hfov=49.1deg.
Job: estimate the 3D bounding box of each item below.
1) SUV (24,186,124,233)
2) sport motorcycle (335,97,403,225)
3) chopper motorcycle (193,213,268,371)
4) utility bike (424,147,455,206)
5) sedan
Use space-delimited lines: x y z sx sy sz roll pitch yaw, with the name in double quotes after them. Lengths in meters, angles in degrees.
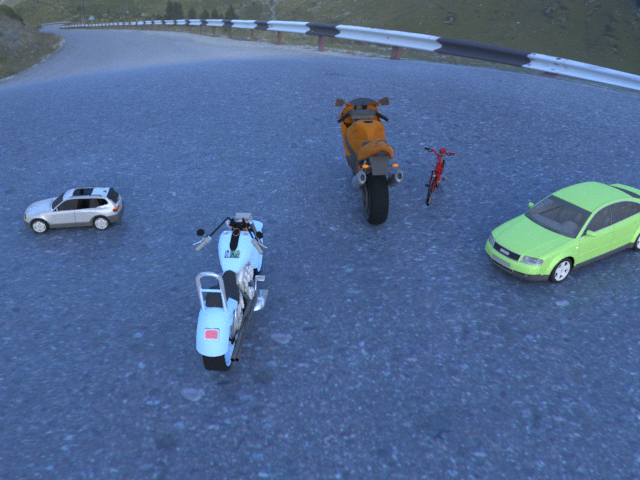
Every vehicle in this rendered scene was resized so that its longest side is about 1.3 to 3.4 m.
-4.017 -0.527 11.436 1.572 0.580 0.656 -3 28 -6 "SUV"
0.819 -1.456 12.095 0.983 1.596 2.955 -2 28 -5 "sport motorcycle"
-1.062 0.349 8.843 0.906 1.480 3.040 2 28 4 "chopper motorcycle"
2.109 -1.220 12.344 0.535 0.946 1.435 9 29 16 "utility bike"
3.880 -0.256 10.548 3.137 0.940 1.235 -17 32 -28 "sedan"
